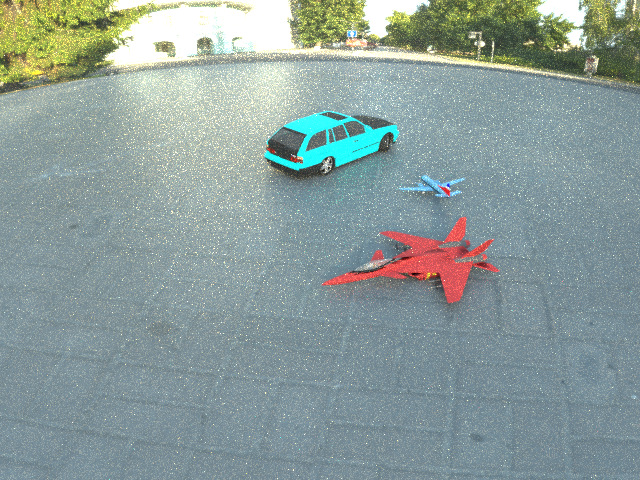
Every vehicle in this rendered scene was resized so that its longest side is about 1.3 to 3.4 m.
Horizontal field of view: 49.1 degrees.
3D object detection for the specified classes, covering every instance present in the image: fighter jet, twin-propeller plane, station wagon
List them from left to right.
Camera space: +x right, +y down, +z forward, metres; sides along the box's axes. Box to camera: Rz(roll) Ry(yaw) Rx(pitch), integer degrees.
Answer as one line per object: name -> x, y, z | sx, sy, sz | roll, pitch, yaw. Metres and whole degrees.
station wagon -> 0.327, -2.160, 14.541 | 3.105, 0.920, 1.327 | -25, 37, -38
fighter jet -> 1.252, 0.271, 10.404 | 2.640, 0.557, 2.229 | -10, 30, -18
twin-propeller plane -> 2.141, -1.036, 12.994 | 1.370, 0.407, 1.095 | -10, 30, -18
